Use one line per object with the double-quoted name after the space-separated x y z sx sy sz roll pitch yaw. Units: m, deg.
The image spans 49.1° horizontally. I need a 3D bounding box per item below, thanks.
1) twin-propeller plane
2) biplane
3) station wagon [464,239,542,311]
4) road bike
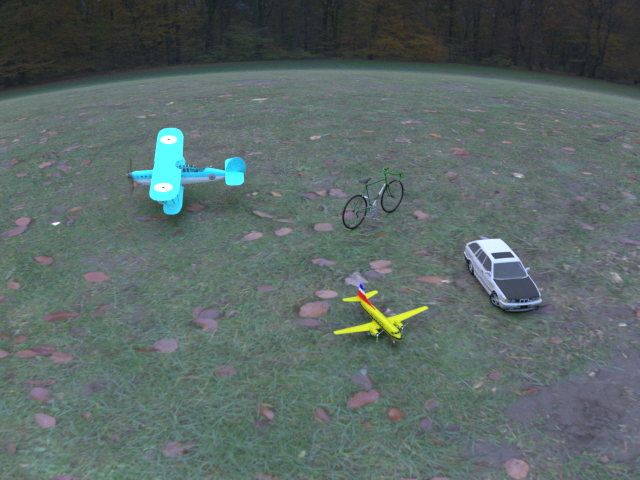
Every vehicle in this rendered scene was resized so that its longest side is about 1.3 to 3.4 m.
0.747 0.947 8.949 1.370 0.407 1.095 -12 29 -23 "twin-propeller plane"
-2.385 -1.149 12.507 2.120 0.981 2.598 -3 27 -6 "biplane"
2.570 0.437 9.897 0.682 0.473 1.597 -4 27 -8 "station wagon"
0.917 -0.724 11.800 1.545 0.852 0.358 -24 35 -39 "road bike"
